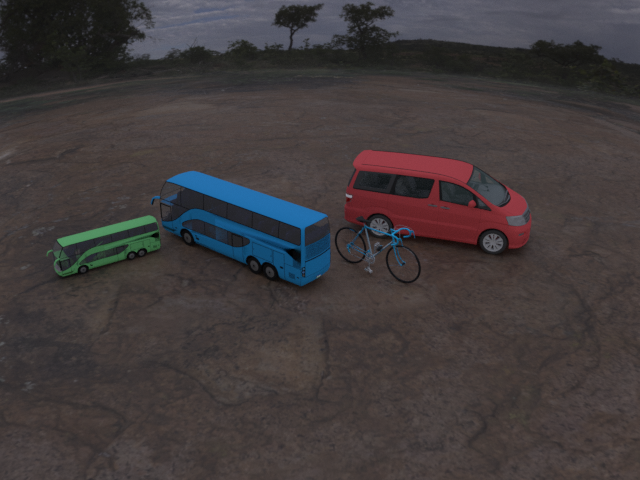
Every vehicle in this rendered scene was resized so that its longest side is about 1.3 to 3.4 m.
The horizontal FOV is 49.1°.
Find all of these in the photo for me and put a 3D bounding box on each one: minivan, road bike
[{"bbox_3d":[1.943,-0.679,11.482,3.011,1.197,1.324,8,28,16],"label":"minivan"},{"bbox_3d":[0.830,0.101,10.317,1.545,0.852,0.358,20,33,34],"label":"road bike"}]

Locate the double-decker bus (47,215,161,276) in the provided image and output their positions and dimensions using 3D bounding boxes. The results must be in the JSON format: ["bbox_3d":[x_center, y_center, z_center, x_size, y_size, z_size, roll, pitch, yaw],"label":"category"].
[{"bbox_3d":[-3.266,0.091,10.681,1.672,0.541,0.389,-18,32,-31],"label":"double-decker bus"}]

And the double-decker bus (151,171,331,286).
[{"bbox_3d":[-1.269,-0.255,10.801,3.251,1.052,0.756,20,33,34],"label":"double-decker bus"}]
